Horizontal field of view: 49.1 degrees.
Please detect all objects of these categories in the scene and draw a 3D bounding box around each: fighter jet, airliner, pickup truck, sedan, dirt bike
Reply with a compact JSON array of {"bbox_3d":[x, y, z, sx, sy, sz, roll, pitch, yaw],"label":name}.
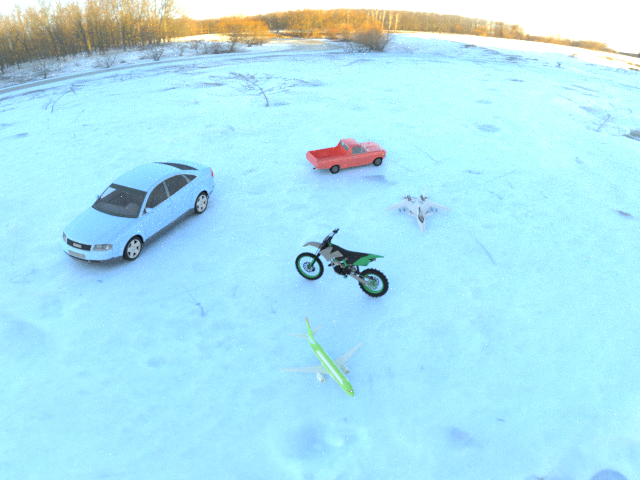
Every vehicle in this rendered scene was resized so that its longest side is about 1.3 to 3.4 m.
[{"bbox_3d":[1.748,-0.548,12.312,1.147,0.286,1.358,0,30,0],"label":"fighter jet"},{"bbox_3d":[0.101,1.449,8.693,1.161,0.429,1.307,-14,33,-23],"label":"airliner"},{"bbox_3d":[0.537,-1.749,14.179,1.603,0.511,0.640,-12,32,-20],"label":"pickup truck"},{"bbox_3d":[-3.002,-0.628,11.797,1.235,0.940,3.137,14,33,23],"label":"sedan"},{"bbox_3d":[0.302,0.343,10.188,1.493,0.857,0.527,13,32,22],"label":"dirt bike"}]
